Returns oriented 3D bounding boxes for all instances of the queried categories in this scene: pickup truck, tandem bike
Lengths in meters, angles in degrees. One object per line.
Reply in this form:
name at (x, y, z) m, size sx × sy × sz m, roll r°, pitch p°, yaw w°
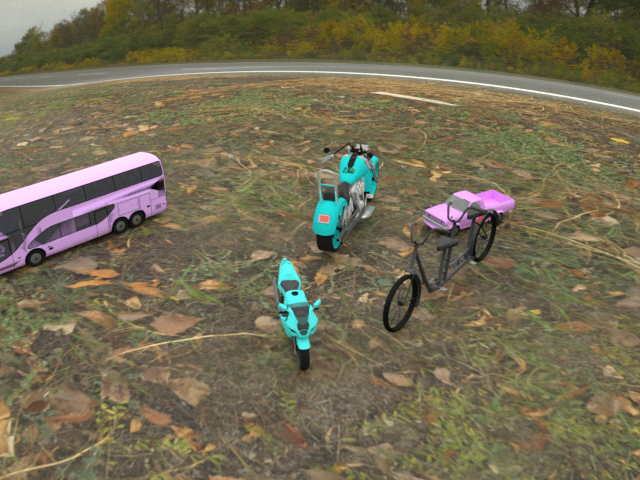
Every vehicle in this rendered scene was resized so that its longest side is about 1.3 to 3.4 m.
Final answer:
pickup truck at (2.506, -0.534, 11.720) m, size 1.603 × 0.511 × 0.640 m, roll -16°, pitch 31°, yaw -28°
tandem bike at (1.757, 0.126, 9.539) m, size 0.550 × 1.326 × 3.192 m, roll 19°, pitch 33°, yaw 33°

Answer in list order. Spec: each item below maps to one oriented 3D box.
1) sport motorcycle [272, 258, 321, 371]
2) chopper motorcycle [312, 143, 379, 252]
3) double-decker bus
sport motorcycle at (-0.308, 0.897, 8.589) m, size 0.506 × 0.821 × 1.520 m, roll -5°, pitch 28°, yaw -10°
chopper motorcycle at (0.508, -0.932, 11.435) m, size 0.906 × 1.480 × 3.040 m, roll 8°, pitch 28°, yaw 16°
double-decker bus at (-3.897, -0.458, 10.979) m, size 0.756 × 1.052 × 3.251 m, roll 22°, pitch 34°, yaw 36°
